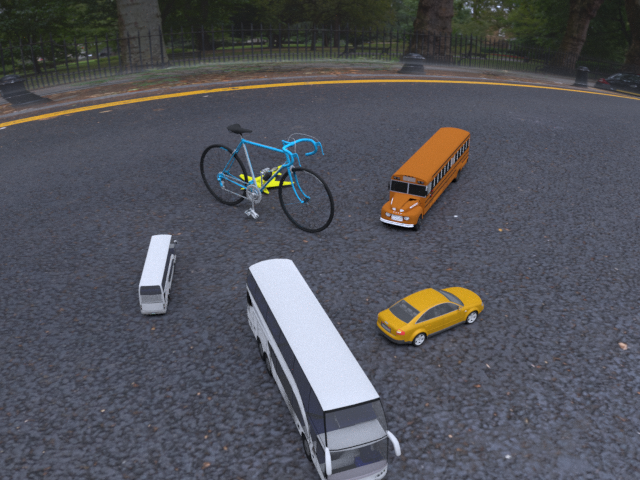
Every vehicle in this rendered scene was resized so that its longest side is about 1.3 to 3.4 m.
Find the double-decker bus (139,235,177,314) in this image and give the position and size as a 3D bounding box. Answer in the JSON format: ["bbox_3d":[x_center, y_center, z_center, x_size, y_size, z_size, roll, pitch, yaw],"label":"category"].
[{"bbox_3d":[-2.365,0.457,10.269,0.389,0.541,1.672,-2,28,-4],"label":"double-decker bus"}]

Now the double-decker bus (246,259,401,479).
[{"bbox_3d":[-0.125,1.410,7.962,0.756,1.052,3.251,-10,30,-17],"label":"double-decker bus"}]

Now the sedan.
[{"bbox_3d":[1.515,0.938,9.436,1.613,0.483,0.635,-17,33,-28],"label":"sedan"}]

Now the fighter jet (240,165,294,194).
[{"bbox_3d":[-1.013,-1.306,13.806,1.147,0.286,1.358,10,30,18],"label":"fighter jet"}]

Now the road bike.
[{"bbox_3d":[-0.989,-1.135,12.045,3.004,1.656,0.697,19,34,31],"label":"road bike"}]

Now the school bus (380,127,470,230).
[{"bbox_3d":[2.007,-1.197,13.016,0.709,0.844,3.322,13,31,23],"label":"school bus"}]
